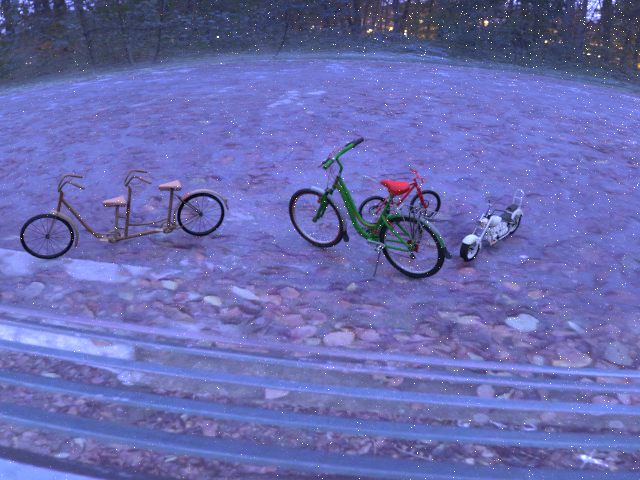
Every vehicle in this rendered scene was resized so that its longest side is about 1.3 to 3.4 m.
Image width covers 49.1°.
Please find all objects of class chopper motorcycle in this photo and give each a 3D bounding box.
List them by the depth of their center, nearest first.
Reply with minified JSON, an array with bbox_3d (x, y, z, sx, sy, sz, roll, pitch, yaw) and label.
[{"bbox_3d":[2.723,-0.240,11.012,1.563,0.761,0.466,-26,38,-38],"label":"chopper motorcycle"}]

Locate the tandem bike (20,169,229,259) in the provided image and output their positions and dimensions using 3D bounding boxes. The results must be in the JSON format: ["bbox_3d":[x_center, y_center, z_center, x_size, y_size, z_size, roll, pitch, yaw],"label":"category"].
[{"bbox_3d":[-2.995,-0.471,10.846,3.192,1.326,0.550,-9,30,-17],"label":"tandem bike"}]

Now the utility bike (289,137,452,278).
[{"bbox_3d":[0.620,-0.409,10.205,2.791,1.839,1.039,17,33,28],"label":"utility bike"}]

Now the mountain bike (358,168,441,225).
[{"bbox_3d":[1.342,-0.664,11.667,1.469,0.868,0.573,-7,30,-13],"label":"mountain bike"}]
